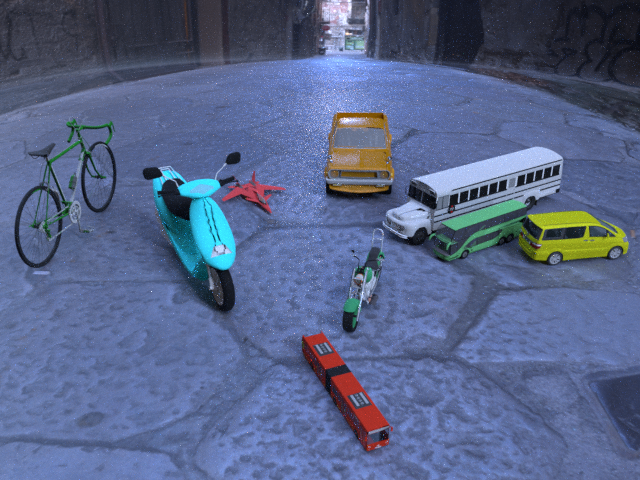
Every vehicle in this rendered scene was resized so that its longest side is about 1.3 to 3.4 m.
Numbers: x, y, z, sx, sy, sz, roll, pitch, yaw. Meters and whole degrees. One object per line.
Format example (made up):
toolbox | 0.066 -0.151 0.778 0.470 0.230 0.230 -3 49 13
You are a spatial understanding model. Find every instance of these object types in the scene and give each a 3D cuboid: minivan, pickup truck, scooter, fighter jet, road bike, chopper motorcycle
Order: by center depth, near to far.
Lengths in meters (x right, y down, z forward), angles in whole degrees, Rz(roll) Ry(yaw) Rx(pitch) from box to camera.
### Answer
chopper motorcycle | 0.562 0.491 8.925 0.466 0.761 1.563 9 29 16
scooter | -1.735 -0.338 9.409 1.288 1.786 2.721 -14 31 -25
minivan | 3.712 -0.073 10.166 1.548 0.616 0.681 -5 28 -9
road bike | -3.755 -0.825 10.483 0.696 1.656 3.004 5 28 9
fighter jet | -1.082 -0.801 11.921 1.147 0.286 1.358 -12 30 -22
pickup truck | 0.742 -1.793 13.062 1.244 0.993 3.117 1 28 3

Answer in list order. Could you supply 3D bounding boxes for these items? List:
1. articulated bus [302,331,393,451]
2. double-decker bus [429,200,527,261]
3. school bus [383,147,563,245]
articulated bus | 0.233 1.545 7.412 0.311 0.289 1.749 -11 29 -20
double-decker bus | 2.372 -0.141 10.378 1.672 0.541 0.389 -17 32 -29
school bus | 2.491 -0.760 11.239 3.322 0.844 0.709 -16 32 -28
